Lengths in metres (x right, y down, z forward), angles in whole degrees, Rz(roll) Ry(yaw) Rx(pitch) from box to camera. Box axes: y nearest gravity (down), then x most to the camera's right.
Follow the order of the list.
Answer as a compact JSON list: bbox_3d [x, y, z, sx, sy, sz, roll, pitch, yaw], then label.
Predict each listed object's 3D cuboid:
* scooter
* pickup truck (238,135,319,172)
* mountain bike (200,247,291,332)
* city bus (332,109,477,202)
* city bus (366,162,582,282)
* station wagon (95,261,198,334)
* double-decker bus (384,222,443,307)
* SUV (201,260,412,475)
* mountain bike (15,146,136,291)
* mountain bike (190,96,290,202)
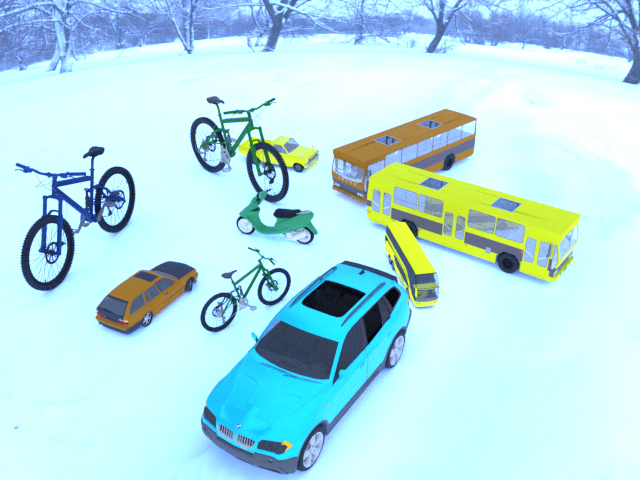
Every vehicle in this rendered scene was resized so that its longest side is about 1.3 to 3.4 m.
[{"bbox_3d":[-0.704,-0.417,11.123,1.399,0.919,0.662,9,31,16],"label":"scooter"},{"bbox_3d":[-0.826,-1.787,13.955,1.603,0.511,0.640,12,32,21],"label":"pickup truck"},{"bbox_3d":[-0.965,0.657,9.278,1.469,0.868,0.573,-23,37,-35],"label":"mountain bike"},{"bbox_3d":[1.657,-1.620,13.270,3.255,0.894,0.926,-25,38,-36],"label":"city bus"},{"bbox_3d":[2.301,-0.315,10.968,3.255,0.894,0.926,21,35,32],"label":"city bus"},{"bbox_3d":[-2.344,0.680,9.639,0.682,0.473,1.597,15,33,24],"label":"station wagon"},{"bbox_3d":[1.317,0.345,10.160,0.389,0.541,1.672,-5,30,-9],"label":"double-decker bus"},{"bbox_3d":[-0.045,1.272,7.928,1.276,1.128,3.058,17,34,28],"label":"SUV"},{"bbox_3d":[-3.580,-0.499,10.487,1.114,1.688,2.857,8,31,15],"label":"mountain bike"},{"bbox_3d":[-1.540,-1.765,12.722,1.114,1.688,2.857,-25,38,-37],"label":"mountain bike"}]
